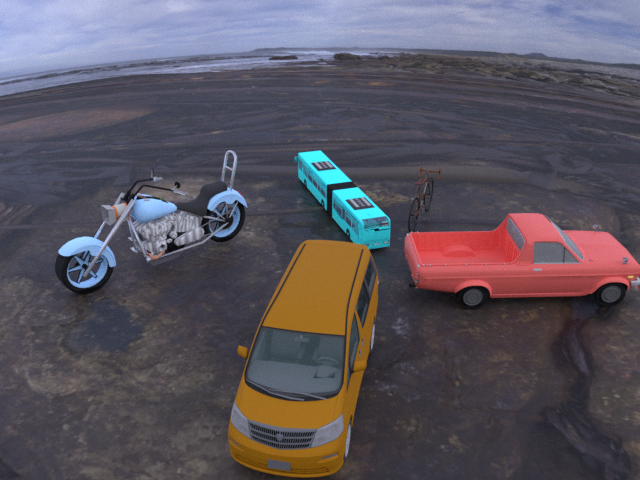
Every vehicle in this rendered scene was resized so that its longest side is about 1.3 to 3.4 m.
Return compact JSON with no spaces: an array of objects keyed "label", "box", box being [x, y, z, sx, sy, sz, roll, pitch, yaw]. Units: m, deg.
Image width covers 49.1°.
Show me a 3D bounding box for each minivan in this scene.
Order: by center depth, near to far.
[{"label":"minivan","box":[-0.078,1.134,7.612,1.324,1.197,3.011,5,27,10]}]

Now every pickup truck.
[{"label":"pickup truck","box":[2.749,0.221,9.668,3.117,0.993,1.244,-1,27,-2]}]

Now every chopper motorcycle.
[{"label":"chopper motorcycle","box":[-2.378,-0.303,10.173,3.040,1.480,0.906,-21,33,-35]}]

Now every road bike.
[{"label":"road bike","box":[1.702,-0.709,11.689,0.358,0.852,1.545,10,28,20]}]

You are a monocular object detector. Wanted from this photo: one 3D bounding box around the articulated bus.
[{"label":"articulated bus","box":[0.326,-0.773,12.143,0.605,0.561,3.401,-9,28,-17]}]
